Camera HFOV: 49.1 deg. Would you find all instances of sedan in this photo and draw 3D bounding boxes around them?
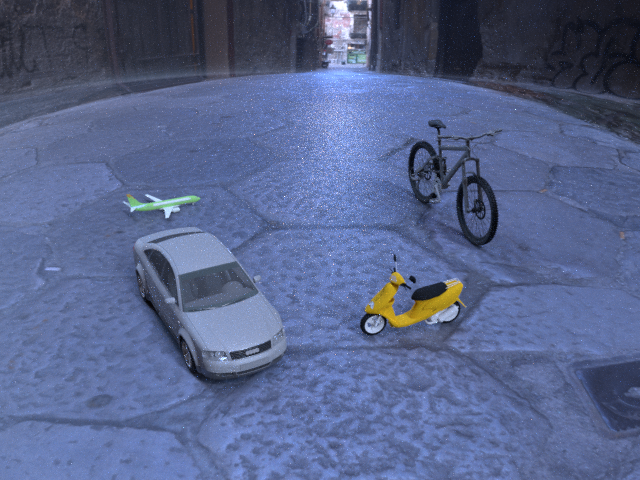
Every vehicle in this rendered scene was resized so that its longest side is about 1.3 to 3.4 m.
[{"bbox_3d":[-1.470,0.594,8.824,1.235,0.940,3.137,-14,29,-26],"label":"sedan"}]

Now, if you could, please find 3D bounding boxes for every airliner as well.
[{"bbox_3d":[-2.687,-0.704,12.061,1.307,0.429,1.161,-14,29,-26],"label":"airliner"}]

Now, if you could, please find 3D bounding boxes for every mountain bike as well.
[{"bbox_3d":[2.116,-1.092,11.423,1.114,1.688,2.857,-9,27,-17],"label":"mountain bike"}]

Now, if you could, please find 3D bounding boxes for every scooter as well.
[{"bbox_3d":[1.164,0.699,8.634,1.399,0.919,0.662,-7,27,-14],"label":"scooter"}]
